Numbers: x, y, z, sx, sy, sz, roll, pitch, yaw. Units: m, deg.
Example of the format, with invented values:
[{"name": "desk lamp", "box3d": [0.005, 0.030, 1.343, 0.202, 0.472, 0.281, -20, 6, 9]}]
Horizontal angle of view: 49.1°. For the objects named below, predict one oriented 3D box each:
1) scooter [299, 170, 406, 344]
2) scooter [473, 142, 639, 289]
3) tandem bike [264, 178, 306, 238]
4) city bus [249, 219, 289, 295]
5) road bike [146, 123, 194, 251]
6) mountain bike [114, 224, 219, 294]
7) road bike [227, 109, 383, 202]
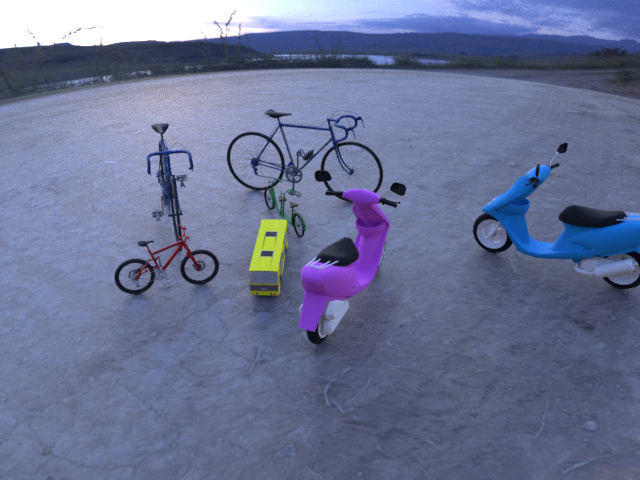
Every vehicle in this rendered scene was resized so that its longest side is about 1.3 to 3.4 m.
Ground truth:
[{"name": "scooter", "box3d": [0.393, 0.099, 9.311, 1.288, 1.786, 2.721, 12, 29, 21]}, {"name": "scooter", "box3d": [3.559, -0.351, 10.190, 2.721, 1.786, 1.288, 17, 32, 30]}, {"name": "tandem bike", "box3d": [-0.619, -0.598, 11.885, 0.283, 0.682, 1.642, -13, 30, -24]}, {"name": "city bus", "box3d": [-0.751, 0.254, 10.463, 0.476, 0.460, 1.674, 1, 27, 2]}, {"name": "road bike", "box3d": [-2.527, -1.019, 11.638, 0.696, 1.656, 3.004, -8, 28, -15]}, {"name": "mountain bike", "box3d": [-2.166, 0.317, 9.893, 1.469, 0.868, 0.573, -8, 28, -15]}, {"name": "road bike", "box3d": [-0.318, -1.557, 12.690, 3.004, 1.656, 0.696, 8, 28, 15]}]
